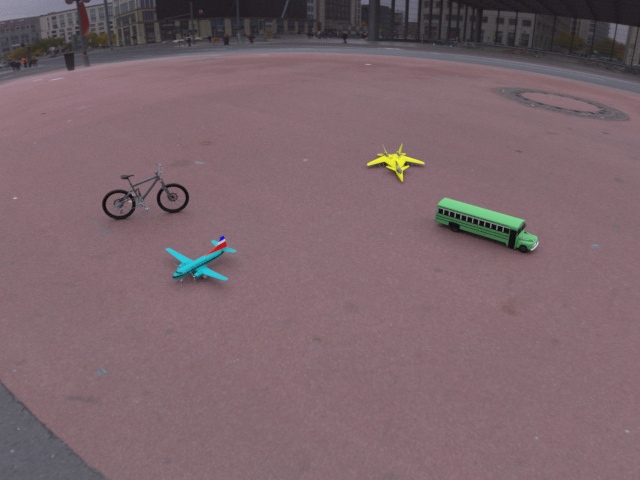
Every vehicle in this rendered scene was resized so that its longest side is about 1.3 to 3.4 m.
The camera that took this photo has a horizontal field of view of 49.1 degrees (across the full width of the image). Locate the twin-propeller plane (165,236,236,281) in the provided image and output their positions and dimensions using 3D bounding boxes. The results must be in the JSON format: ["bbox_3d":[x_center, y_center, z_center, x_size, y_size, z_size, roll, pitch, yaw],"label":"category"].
[{"bbox_3d":[-1.806,0.291,10.575,1.370,0.407,1.095,23,37,34],"label":"twin-propeller plane"}]

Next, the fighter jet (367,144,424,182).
[{"bbox_3d":[1.520,-1.526,13.840,1.147,0.286,1.358,-2,30,-3],"label":"fighter jet"}]

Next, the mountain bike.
[{"bbox_3d":[-2.998,-0.800,12.002,1.469,0.868,0.573,-8,31,-13],"label":"mountain bike"}]

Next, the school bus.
[{"bbox_3d":[2.737,-0.251,11.486,1.708,0.434,0.365,19,35,30],"label":"school bus"}]
